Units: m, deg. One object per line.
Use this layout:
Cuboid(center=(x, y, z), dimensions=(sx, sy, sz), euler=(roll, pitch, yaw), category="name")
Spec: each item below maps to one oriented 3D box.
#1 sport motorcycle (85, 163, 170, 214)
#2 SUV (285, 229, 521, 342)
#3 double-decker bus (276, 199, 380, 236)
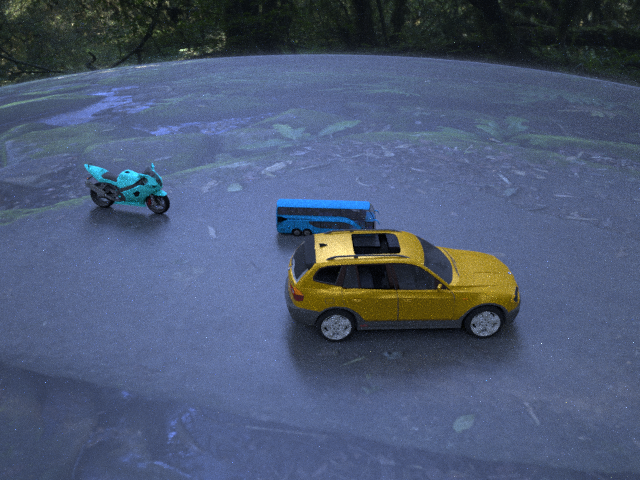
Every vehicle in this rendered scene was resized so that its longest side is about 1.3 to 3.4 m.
Cuboid(center=(-3.292, -0.884, 11.981), dimensions=(1.520, 0.821, 0.506), euler=(7, 30, 13), category="sport motorcycle")
Cuboid(center=(1.064, 0.506, 9.134), dimensions=(3.058, 1.128, 1.276), euler=(-1, 29, -2), category="SUV")
Cuboid(center=(0.124, -0.356, 11.312), dimensions=(1.672, 0.541, 0.389), euler=(2, 29, 3), category="double-decker bus")
